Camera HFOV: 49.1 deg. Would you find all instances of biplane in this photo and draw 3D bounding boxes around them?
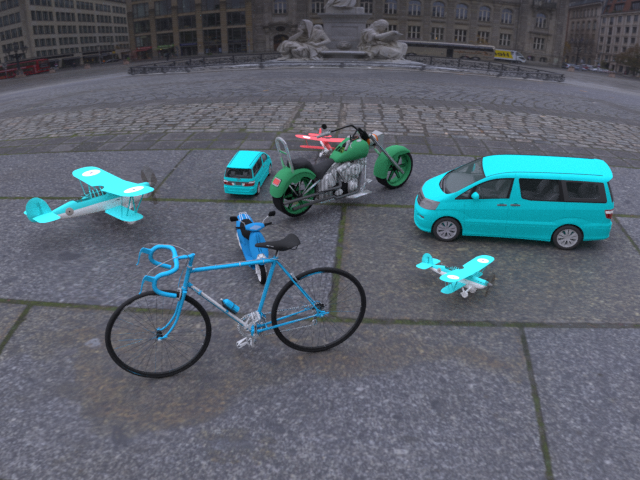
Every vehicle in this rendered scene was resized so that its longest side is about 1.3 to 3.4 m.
[{"bbox_3d":[0.121,-2.009,14.426,1.336,0.504,1.090,-6,28,-12],"label":"biplane"},{"bbox_3d":[-3.623,-0.621,11.222,2.120,0.981,2.598,-20,34,-34],"label":"biplane"},{"bbox_3d":[1.882,0.462,9.646,1.090,0.504,1.336,20,33,34],"label":"biplane"}]

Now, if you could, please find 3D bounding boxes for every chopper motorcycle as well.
[{"bbox_3d":[0.453,-1.331,12.052,3.040,1.480,0.906,-19,33,-33],"label":"chopper motorcycle"}]

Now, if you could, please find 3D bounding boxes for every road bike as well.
[{"bbox_3d":[-0.896,0.724,7.885,3.004,1.656,0.696,-7,28,-14],"label":"road bike"}]

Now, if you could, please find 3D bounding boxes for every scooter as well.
[{"bbox_3d":[-0.990,-0.032,10.149,0.662,0.919,1.399,-9,29,-16],"label":"scooter"}]

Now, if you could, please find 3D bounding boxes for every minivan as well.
[{"bbox_3d":[-1.320,-1.327,12.985,0.681,0.616,1.548,4,28,8],"label":"minivan"},{"bbox_3d":[3.028,-0.683,11.106,3.011,1.197,1.324,4,28,8],"label":"minivan"}]
